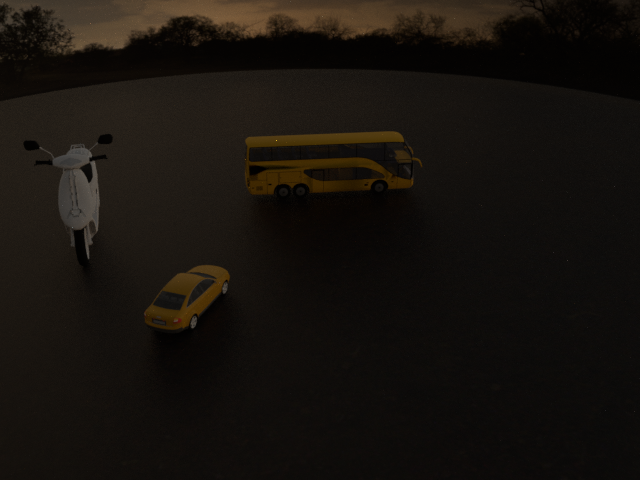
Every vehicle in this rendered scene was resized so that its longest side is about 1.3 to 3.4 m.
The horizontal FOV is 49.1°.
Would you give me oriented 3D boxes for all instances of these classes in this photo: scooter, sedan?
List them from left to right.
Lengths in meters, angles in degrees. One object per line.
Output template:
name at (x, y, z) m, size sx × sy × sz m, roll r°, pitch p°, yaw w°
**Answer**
scooter at (-3.872, -0.886, 11.197) m, size 1.288 × 1.786 × 2.721 m, roll -7°, pitch 28°, yaw -14°
sedan at (-1.769, 0.708, 9.499) m, size 0.635 × 0.483 × 1.613 m, roll 9°, pitch 28°, yaw 17°

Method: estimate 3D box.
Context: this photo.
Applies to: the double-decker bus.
double-decker bus at (0.230, -1.422, 13.064) m, size 3.251 × 1.052 × 0.756 m, roll -3°, pitch 27°, yaw -6°
